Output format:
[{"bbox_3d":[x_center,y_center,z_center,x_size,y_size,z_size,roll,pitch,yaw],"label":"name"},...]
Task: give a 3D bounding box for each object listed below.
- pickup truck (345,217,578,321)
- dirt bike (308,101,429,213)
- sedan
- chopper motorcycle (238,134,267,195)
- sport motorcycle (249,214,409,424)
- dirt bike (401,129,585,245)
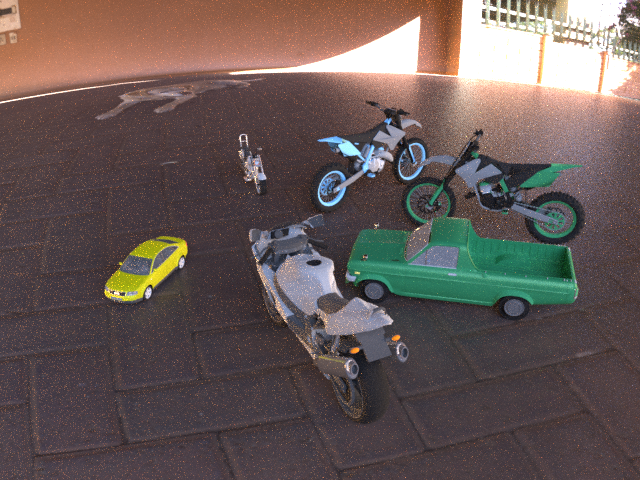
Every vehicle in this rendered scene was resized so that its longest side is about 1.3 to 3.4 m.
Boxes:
[{"bbox_3d":[1.931,0.292,9.713,3.117,0.993,1.244,6,28,11],"label":"pickup truck"},{"bbox_3d":[0.943,-1.539,12.560,2.903,1.666,1.024,-21,33,-34],"label":"dirt bike"},{"bbox_3d":[-2.499,0.366,10.128,0.635,0.483,1.613,9,28,17],"label":"sedan"},{"bbox_3d":[-1.290,-1.453,13.387,0.466,0.761,1.563,-9,28,-17],"label":"chopper motorcycle"},{"bbox_3d":[-0.039,0.803,8.048,0.983,1.596,2.955,-13,30,-24],"label":"sport motorcycle"},{"bbox_3d":[2.741,-0.800,11.111,2.903,1.666,1.024,8,28,14],"label":"dirt bike"}]
